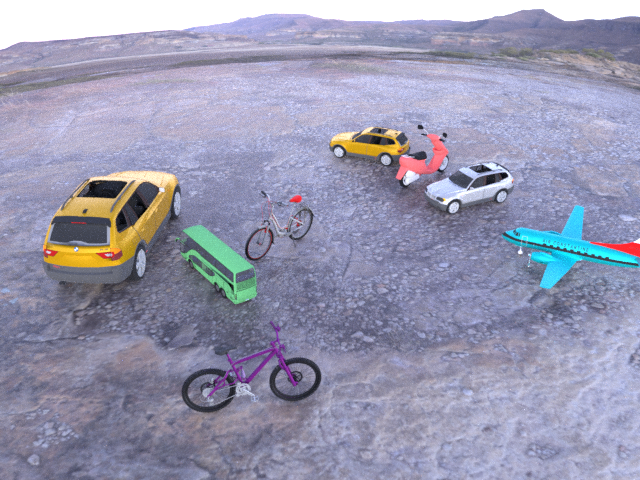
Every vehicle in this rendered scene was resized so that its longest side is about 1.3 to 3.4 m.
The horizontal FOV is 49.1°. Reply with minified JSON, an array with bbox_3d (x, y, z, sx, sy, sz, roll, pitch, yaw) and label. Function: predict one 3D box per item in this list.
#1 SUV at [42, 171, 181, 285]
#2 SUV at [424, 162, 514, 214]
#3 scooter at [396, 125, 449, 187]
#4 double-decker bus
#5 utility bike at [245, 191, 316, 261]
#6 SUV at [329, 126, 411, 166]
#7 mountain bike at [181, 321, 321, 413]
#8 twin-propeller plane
[{"bbox_3d":[-2.971,-0.412,10.268,1.276,1.128,3.058,2,29,4],"label":"SUV"},{"bbox_3d":[2.507,-0.909,11.740,1.572,0.580,0.656,-13,31,-22],"label":"SUV"},{"bbox_3d":[1.866,-1.503,12.468,1.399,0.919,0.662,-24,37,-37],"label":"scooter"},{"bbox_3d":[-1.435,0.294,9.594,0.389,0.541,1.672,-19,34,-31],"label":"double-decker bus"},{"bbox_3d":[-0.525,-0.266,10.191,0.535,0.946,1.435,24,37,37],"label":"utility bike"},{"bbox_3d":[0.955,-1.871,13.489,1.572,0.580,0.656,13,31,22],"label":"SUV"},{"bbox_3d":[-0.706,1.388,7.266,1.469,0.868,0.573,-5,29,-10],"label":"mountain bike"},{"bbox_3d":[3.622,0.030,9.813,2.129,0.792,2.663,14,32,24],"label":"twin-propeller plane"}]
